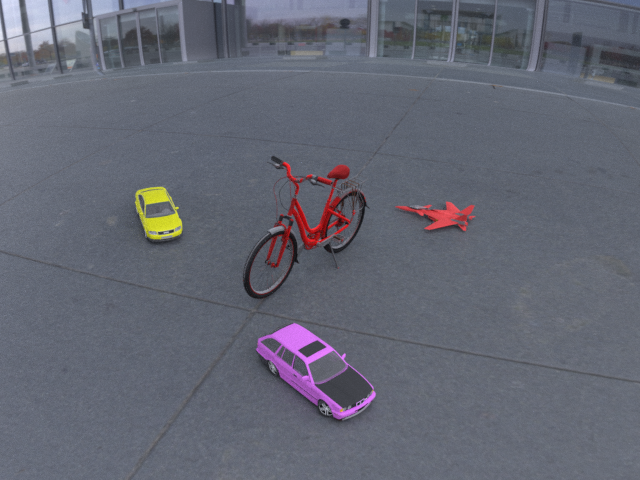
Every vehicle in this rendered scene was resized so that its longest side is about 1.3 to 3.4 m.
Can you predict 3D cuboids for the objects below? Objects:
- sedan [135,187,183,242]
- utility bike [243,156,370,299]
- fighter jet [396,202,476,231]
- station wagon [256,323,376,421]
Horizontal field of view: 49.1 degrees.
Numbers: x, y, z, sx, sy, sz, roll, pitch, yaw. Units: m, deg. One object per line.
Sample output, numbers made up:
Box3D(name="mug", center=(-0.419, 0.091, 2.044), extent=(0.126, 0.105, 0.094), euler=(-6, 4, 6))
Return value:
Box3D(name="sedan", center=(-2.699, -0.489, 11.645), extent=(0.635, 0.483, 1.613), euler=(-10, 31, -18))
Box3D(name="utility bike", center=(-0.040, -0.310, 9.913), extent=(1.039, 1.839, 2.791), euler=(21, 35, 34))
Box3D(name="fighter jet", center=(1.910, -0.507, 11.880), extent=(1.358, 0.286, 1.147), euler=(14, 32, 24))
Box3D(name="station wagon", center=(-0.065, 1.460, 8.113), extent=(0.682, 0.473, 1.597), euler=(-23, 36, -35))
